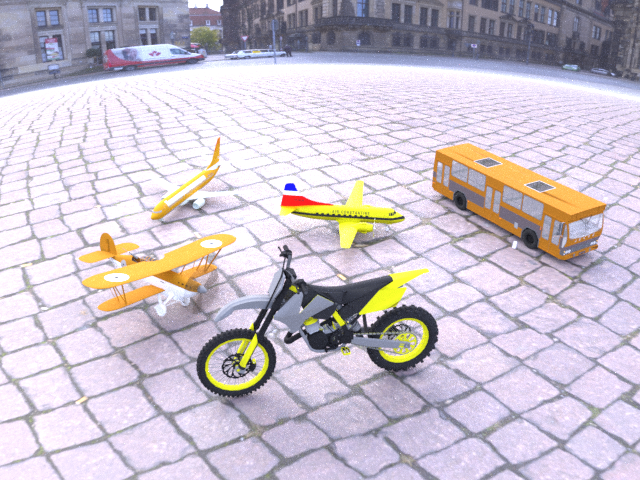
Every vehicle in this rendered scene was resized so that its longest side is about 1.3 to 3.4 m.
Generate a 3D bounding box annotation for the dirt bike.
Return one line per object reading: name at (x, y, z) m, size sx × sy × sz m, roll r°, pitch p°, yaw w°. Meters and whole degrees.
dirt bike at (0.023, 0.968, 7.989) m, size 2.903 × 1.666 × 1.024 m, roll -7°, pitch 28°, yaw -13°

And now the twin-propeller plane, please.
twin-propeller plane at (0.380, -0.550, 11.822) m, size 2.129 × 0.792 × 2.663 m, roll 4°, pitch 28°, yaw 7°

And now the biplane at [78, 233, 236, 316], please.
biplane at (-2.338, 0.412, 9.785) m, size 2.120 × 0.981 × 2.598 m, roll 18°, pitch 33°, yaw 30°

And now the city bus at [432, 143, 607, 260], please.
city bus at (3.267, -0.714, 12.023) m, size 0.926 × 0.894 × 3.255 m, roll -15°, pitch 31°, yaw -27°

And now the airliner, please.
airliner at (-2.400, -1.119, 12.858) m, size 2.257 × 0.835 × 2.541 m, roll 10°, pitch 29°, yaw 19°
